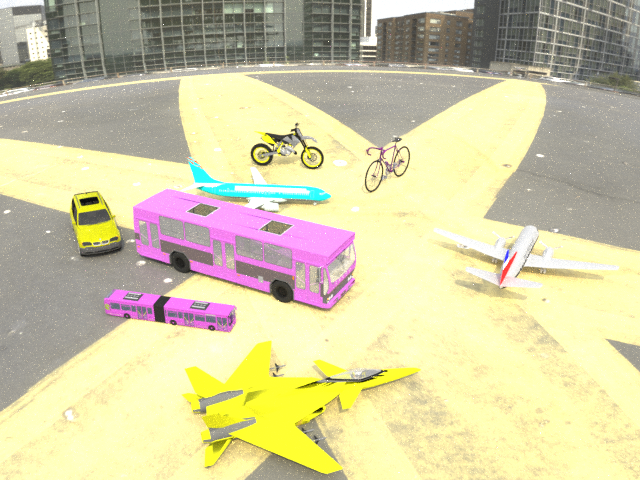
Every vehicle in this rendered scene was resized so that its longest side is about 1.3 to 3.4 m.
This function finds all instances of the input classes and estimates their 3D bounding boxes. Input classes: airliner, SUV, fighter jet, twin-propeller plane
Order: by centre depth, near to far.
[{"bbox_3d":[-0.078,1.542,7.493,2.640,0.557,2.229,-10,29,-19],"label":"fighter jet"},{"bbox_3d":[2.837,0.135,9.980,2.663,0.792,2.129,13,30,24],"label":"twin-propeller plane"},{"bbox_3d":[-3.575,-0.292,11.046,0.656,0.580,1.572,-11,29,-21],"label":"SUV"},{"bbox_3d":[-1.070,-1.014,12.176,2.541,0.835,2.257,2,27,4],"label":"airliner"}]

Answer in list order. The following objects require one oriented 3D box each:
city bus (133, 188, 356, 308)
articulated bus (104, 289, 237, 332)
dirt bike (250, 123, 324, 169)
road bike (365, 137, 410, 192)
[{"bbox_3d":[-1.119,0.100,9.937,3.255,0.894,0.926,14,30,25],"label":"city bus"},{"bbox_3d":[-1.928,0.907,9.026,1.749,0.289,0.311,6,28,12],"label":"articulated bus"},{"bbox_3d":[-0.652,-1.831,13.745,1.493,0.857,0.527,5,28,10],"label":"dirt bike"},{"bbox_3d":[1.274,-1.444,12.996,0.358,0.852,1.545,19,33,33],"label":"road bike"}]
